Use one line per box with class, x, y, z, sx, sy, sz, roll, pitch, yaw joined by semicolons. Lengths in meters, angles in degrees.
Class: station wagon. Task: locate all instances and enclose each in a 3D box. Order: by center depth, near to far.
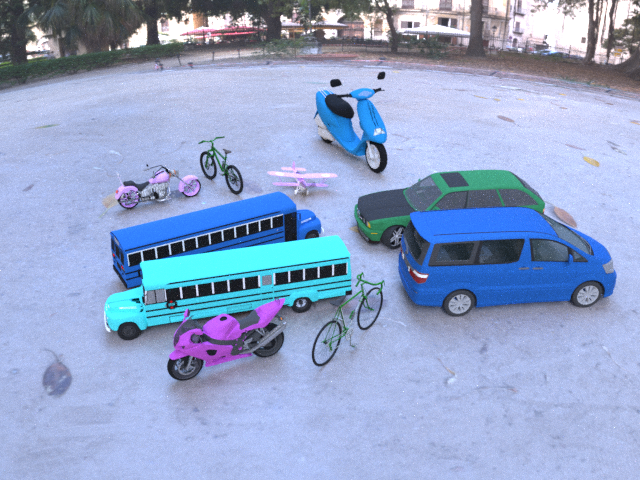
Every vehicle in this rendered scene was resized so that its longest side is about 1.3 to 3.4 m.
station wagon;2.121;-0.590;11.636;3.105;0.920;1.327;-4;28;-7

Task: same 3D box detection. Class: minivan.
minivan;2.656;0.215;9.842;3.011;1.197;1.324;-3;28;-6

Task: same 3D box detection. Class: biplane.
biplane;-0.362;-1.162;13.145;1.336;0.504;1.090;-8;29;-15

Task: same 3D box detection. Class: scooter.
scooter;0.609;-2.581;14.435;1.288;1.786;2.721;-15;32;-26

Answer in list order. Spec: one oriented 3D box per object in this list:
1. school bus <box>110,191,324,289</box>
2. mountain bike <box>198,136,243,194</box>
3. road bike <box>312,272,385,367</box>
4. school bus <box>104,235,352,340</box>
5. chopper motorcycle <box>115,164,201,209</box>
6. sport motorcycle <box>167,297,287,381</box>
school bus;-1.472;-0.067;10.741;3.322;0.844;0.709;-16;32;-27
mountain bike;-1.884;-1.423;13.247;0.573;0.868;1.469;-21;35;-34
road bike;0.374;0.969;8.800;0.358;0.852;1.545;20;34;32
school bus;-1.235;0.606;9.486;3.322;0.844;0.709;-8;29;-14
chopper motorcycle;-2.914;-1.017;12.601;1.563;0.761;0.466;-15;32;-26
sport motorcycle;-1.110;1.189;8.422;1.520;0.821;0.506;-13;31;-23
